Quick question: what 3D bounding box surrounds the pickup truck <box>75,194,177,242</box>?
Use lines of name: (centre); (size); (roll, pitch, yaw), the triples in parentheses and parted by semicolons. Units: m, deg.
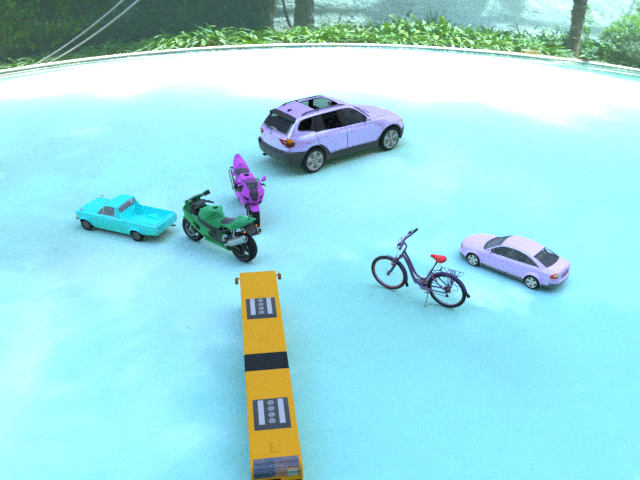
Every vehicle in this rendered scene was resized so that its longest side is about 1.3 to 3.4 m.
pickup truck: (-3.085, -0.406, 11.098); (1.603, 0.511, 0.640); (11, 31, 19)

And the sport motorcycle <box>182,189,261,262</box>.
sport motorcycle: (-1.516, -0.201, 10.414); (1.520, 0.821, 0.506); (20, 35, 31)

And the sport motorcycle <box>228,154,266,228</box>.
sport motorcycle: (-1.200, -0.804, 11.492); (0.506, 0.821, 1.520); (-8, 30, -15)

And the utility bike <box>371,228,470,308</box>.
utility bike: (1.294, 0.406, 9.202); (1.435, 0.946, 0.535); (17, 33, 27)

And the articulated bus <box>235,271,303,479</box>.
articulated bus: (-0.595, 1.424, 7.776); (0.605, 0.561, 3.401); (-4, 29, -6)

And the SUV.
SUV: (0.268, -2.242, 13.747); (3.058, 1.128, 1.276); (-20, 35, -31)

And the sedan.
sedan: (2.763, 0.212, 10.021); (1.613, 0.483, 0.635); (23, 37, 35)
